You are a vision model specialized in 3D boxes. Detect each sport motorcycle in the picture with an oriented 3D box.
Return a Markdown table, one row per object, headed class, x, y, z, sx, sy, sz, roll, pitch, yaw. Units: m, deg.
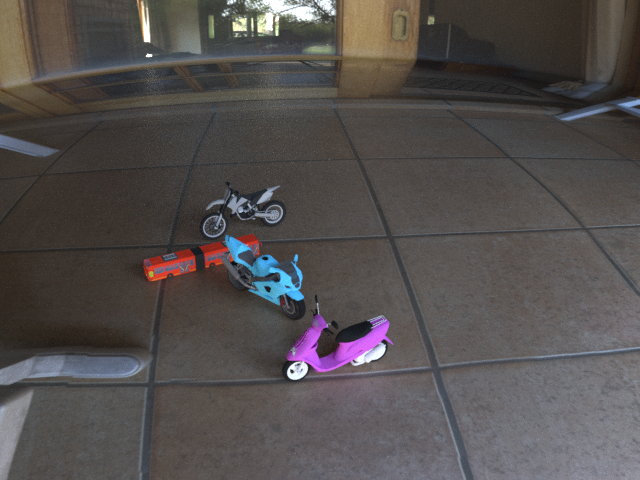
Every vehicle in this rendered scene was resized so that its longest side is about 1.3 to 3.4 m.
| class | x | y | z | sx | sy | sz | roll | pitch | yaw |
| --- | --- | --- | --- | --- | --- | --- | --- | --- | --- |
| sport motorcycle | -0.752 | 0.500 | 9.440 | 1.520 | 0.821 | 0.506 | 24 | 37 | 37 |

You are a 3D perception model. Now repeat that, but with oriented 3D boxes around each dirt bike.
| class | x | y | z | sx | sy | sz | roll | pitch | yaw |
| --- | --- | --- | --- | --- | --- | --- | --- | --- | --- |
| dirt bike | -1.225 | -0.493 | 11.239 | 1.493 | 0.857 | 0.527 | -14 | 31 | -24 |

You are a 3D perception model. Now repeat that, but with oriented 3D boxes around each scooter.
| class | x | y | z | sx | sy | sz | roll | pitch | yaw |
| --- | --- | --- | --- | --- | --- | --- | --- | --- | --- |
| scooter | 0.217 | 1.147 | 8.141 | 1.399 | 0.919 | 0.662 | -11 | 30 | -19 |

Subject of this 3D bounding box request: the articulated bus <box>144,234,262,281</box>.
| class | x | y | z | sx | sy | sz | roll | pitch | yaw |
| --- | --- | --- | --- | --- | --- | --- | --- | --- | --- |
| articulated bus | -1.734 | 0.256 | 10.451 | 1.749 | 0.289 | 0.311 | -14 | 31 | -24 |
